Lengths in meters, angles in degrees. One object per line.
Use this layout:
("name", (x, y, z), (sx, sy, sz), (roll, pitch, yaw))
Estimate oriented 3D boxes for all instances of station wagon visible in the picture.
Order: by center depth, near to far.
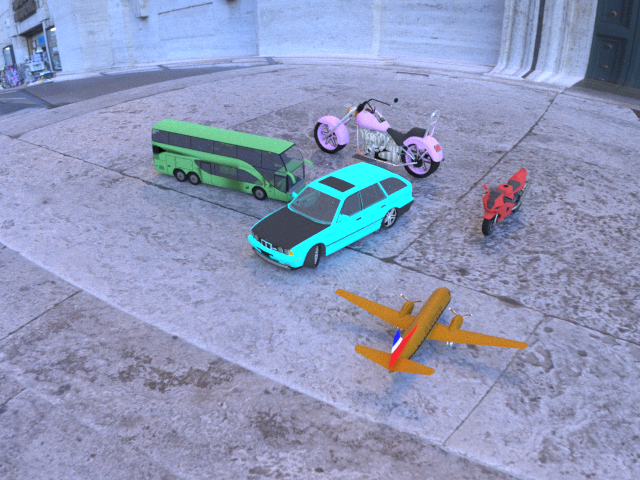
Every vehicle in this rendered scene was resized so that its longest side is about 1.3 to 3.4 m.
("station wagon", (0.225, -0.510, 11.687), (1.327, 0.920, 3.105), (26, 38, 37))

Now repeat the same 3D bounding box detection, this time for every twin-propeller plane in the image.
("twin-propeller plane", (1.315, 1.046, 9.071), (2.663, 0.792, 2.129), (15, 33, 24))

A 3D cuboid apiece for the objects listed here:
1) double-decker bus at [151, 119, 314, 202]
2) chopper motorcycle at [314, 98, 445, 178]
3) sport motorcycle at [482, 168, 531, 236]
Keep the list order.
("double-decker bus", (-1.735, -1.520, 13.336), (3.251, 1.052, 0.756), (14, 32, 23))
("chopper motorcycle", (1.119, -2.189, 14.081), (3.040, 1.480, 0.906), (22, 36, 33))
("sport motorcycle", (3.177, -0.665, 12.061), (0.506, 0.821, 1.520), (20, 35, 31))
